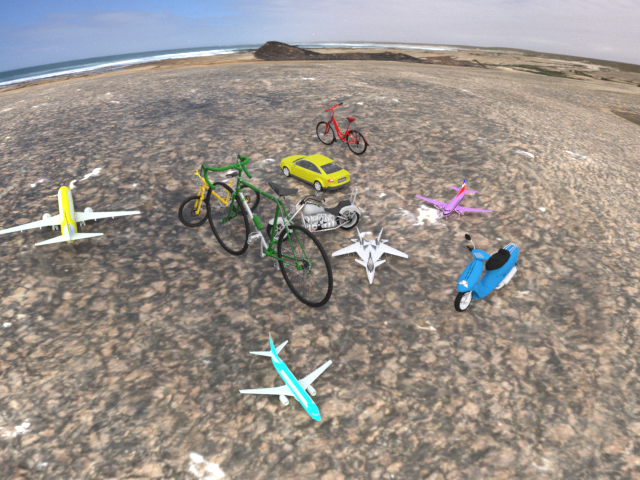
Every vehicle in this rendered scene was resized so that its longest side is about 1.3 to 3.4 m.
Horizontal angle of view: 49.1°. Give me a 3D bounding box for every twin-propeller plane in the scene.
[{"bbox_3d":[2.326,-0.692,12.058,1.370,0.407,1.095,14,31,25],"label":"twin-propeller plane"}]

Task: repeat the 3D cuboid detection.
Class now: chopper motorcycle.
[{"bbox_3d":[-0.091,-0.414,11.157,1.563,0.761,0.466,-9,29,-16],"label":"chopper motorcycle"}]

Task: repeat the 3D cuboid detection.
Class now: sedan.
[{"bbox_3d":[-0.119,-1.358,13.230,0.635,0.483,1.613,-23,35,-36],"label":"sedan"}]

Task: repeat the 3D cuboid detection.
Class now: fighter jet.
[{"bbox_3d":[0.751,0.224,10.461,1.147,0.286,1.358,1,28,2],"label":"fighter jet"}]

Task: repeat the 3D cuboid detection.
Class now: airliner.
[{"bbox_3d":[-0.308,1.531,7.850,1.161,0.429,1.307,-14,31,-25],"label":"airliner"},{"bbox_3d":[-4.131,-0.564,11.361,2.257,0.835,2.541,-10,30,-18],"label":"airliner"}]

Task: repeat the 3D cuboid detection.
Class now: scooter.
[{"bbox_3d":[2.292,0.372,9.509,1.399,0.919,0.662,-24,36,-37],"label":"scooter"}]

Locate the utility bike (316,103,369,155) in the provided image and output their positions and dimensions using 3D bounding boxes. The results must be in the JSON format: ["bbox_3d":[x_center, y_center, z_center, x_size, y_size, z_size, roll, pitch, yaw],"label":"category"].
[{"bbox_3d":[0.421,-2.291,14.495,1.435,0.946,0.535,23,35,36],"label":"utility bike"}]

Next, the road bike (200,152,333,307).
[{"bbox_3d":[-0.805,-0.202,9.804,0.697,1.656,3.004,-21,35,-35],"label":"road bike"}]

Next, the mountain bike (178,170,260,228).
[{"bbox_3d":[-1.665,-0.714,11.609,1.469,0.868,0.573,-16,32,-27],"label":"mountain bike"}]
